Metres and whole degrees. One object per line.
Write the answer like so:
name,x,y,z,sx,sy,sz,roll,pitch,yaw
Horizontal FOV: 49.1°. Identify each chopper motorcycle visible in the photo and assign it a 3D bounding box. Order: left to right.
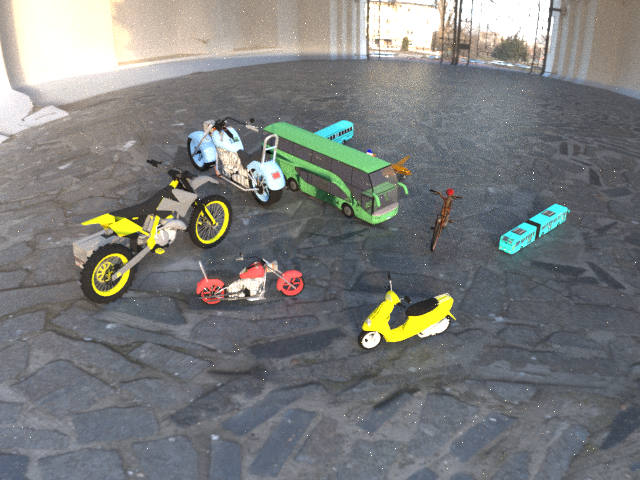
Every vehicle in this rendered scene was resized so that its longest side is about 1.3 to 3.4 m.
chopper motorcycle,-1.677,-1.676,13.254,0.906,1.480,3.040,-22,36,-34
chopper motorcycle,-0.992,0.545,10.043,1.563,0.761,0.466,-7,30,-12

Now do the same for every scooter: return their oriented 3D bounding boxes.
scooter,1.155,0.951,9.163,1.399,0.919,0.662,-10,31,-16

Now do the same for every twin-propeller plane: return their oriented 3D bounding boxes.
twin-propeller plane,1.373,-1.531,14.089,1.095,0.407,1.370,20,35,31

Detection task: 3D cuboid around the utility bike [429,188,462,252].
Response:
utility bike,2.085,-0.441,11.606,0.535,0.946,1.435,10,31,18

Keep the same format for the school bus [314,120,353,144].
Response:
school bus,0.090,-2.149,15.159,0.365,0.434,1.708,21,36,33

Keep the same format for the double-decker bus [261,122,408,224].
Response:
double-decker bus,0.150,-1.264,12.958,0.756,1.052,3.251,-24,38,-36

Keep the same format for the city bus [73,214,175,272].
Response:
city bus,-3.118,0.005,11.309,0.476,0.460,1.674,23,37,35

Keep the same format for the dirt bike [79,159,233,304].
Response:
dirt bike,-2.402,-0.236,10.507,1.024,1.666,2.903,21,36,33

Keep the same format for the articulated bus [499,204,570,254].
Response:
articulated bus,3.633,-0.200,11.847,1.749,0.289,0.311,-25,38,-37
